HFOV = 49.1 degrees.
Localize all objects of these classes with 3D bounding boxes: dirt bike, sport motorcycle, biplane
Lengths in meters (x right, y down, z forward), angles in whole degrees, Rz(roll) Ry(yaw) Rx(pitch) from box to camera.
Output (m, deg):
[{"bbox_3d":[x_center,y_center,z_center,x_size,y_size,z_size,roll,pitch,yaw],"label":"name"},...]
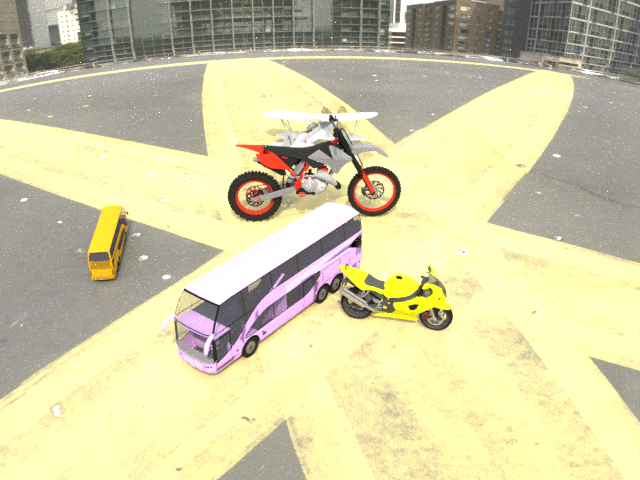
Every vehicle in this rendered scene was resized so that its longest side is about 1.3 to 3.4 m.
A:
[{"bbox_3d":[-0.083,-1.101,11.514,2.903,1.666,1.024,-2,30,-4],"label":"dirt bike"},{"bbox_3d":[0.983,0.742,9.115,1.520,0.821,0.506,8,30,13],"label":"sport motorcycle"},{"bbox_3d":[-0.187,-2.163,14.087,2.598,0.981,2.120,15,33,25],"label":"biplane"}]

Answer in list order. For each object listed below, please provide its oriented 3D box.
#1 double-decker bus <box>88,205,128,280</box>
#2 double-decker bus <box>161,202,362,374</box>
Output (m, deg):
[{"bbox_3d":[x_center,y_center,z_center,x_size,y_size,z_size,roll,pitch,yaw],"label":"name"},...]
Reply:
[{"bbox_3d":[-3.228,-0.003,10.715,0.389,0.541,1.672,-3,30,-6],"label":"double-decker bus"},{"bbox_3d":[-0.597,0.560,9.201,0.756,1.052,3.251,21,35,32],"label":"double-decker bus"}]
